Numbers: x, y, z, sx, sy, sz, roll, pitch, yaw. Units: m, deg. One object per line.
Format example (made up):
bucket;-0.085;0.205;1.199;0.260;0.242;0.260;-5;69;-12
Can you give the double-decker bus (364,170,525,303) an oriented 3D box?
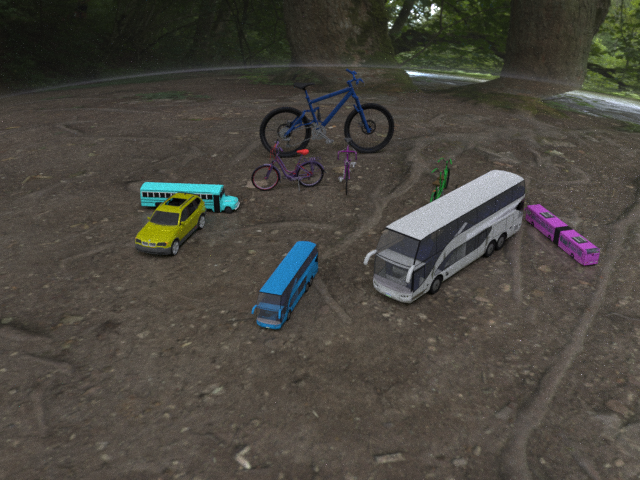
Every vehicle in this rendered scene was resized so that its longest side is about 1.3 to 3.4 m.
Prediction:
double-decker bus;1.969;-0.097;10.385;0.756;1.052;3.251;23;35;37

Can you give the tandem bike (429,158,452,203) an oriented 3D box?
tandem bike;2.166;-1.021;12.595;0.283;0.682;1.642;10;29;18

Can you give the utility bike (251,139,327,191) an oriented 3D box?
utility bike;-0.561;-1.353;12.954;1.435;0.946;0.535;-6;28;-11

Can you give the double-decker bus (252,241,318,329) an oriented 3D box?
double-decker bus;-0.432;0.607;9.570;0.389;0.541;1.672;8;28;16

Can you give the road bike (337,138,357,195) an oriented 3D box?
road bike;0.519;-1.459;13.263;0.358;0.852;1.545;1;27;3

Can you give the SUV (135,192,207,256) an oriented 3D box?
SUV;-2.386;-0.289;11.277;0.656;0.580;1.572;8;28;15

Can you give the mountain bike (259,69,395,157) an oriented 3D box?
mountain bike;0.162;-2.554;14.484;2.857;1.688;1.114;-4;27;-7

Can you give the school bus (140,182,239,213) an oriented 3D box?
school bus;-2.284;-0.753;12.344;1.708;0.434;0.365;3;27;5

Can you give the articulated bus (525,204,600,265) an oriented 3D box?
articulated bus;3.854;-0.110;11.247;0.311;0.289;1.749;-7;28;-13
